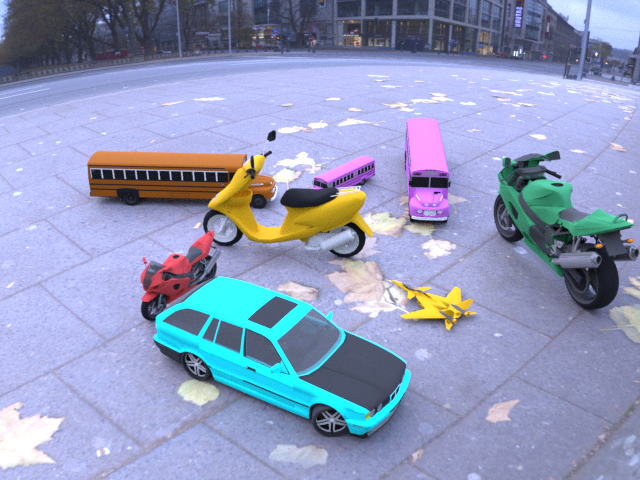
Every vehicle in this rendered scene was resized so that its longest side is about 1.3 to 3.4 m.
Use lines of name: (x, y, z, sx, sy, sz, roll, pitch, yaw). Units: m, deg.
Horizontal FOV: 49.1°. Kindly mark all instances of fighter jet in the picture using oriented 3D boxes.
fighter jet: (1.473, 0.758, 9.745, 1.147, 0.286, 1.358, -22, 35, -35)

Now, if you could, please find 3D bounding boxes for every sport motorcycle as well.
sport motorcycle: (-1.940, 0.483, 9.692, 0.506, 0.821, 1.520, 16, 32, 27)
sport motorcycle: (3.402, -0.243, 10.219, 0.983, 1.596, 2.955, -9, 30, -16)

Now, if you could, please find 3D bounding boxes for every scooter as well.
scooter: (-0.532, -0.612, 10.702, 2.721, 1.786, 1.288, 5, 29, 10)

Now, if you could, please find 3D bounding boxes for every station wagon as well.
station wagon: (-0.476, 1.231, 8.204, 3.105, 0.920, 1.327, 16, 32, 27)

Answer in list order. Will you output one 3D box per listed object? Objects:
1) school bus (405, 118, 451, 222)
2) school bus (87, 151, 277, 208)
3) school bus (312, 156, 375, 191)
school bus: (1.966, -1.350, 13.055, 0.709, 0.844, 3.322, 2, 28, 4)
school bus: (-2.441, -1.113, 12.615, 3.322, 0.844, 0.709, 2, 28, 3)
school bus: (0.385, -1.120, 13.060, 0.365, 0.434, 1.708, 22, 36, 35)
